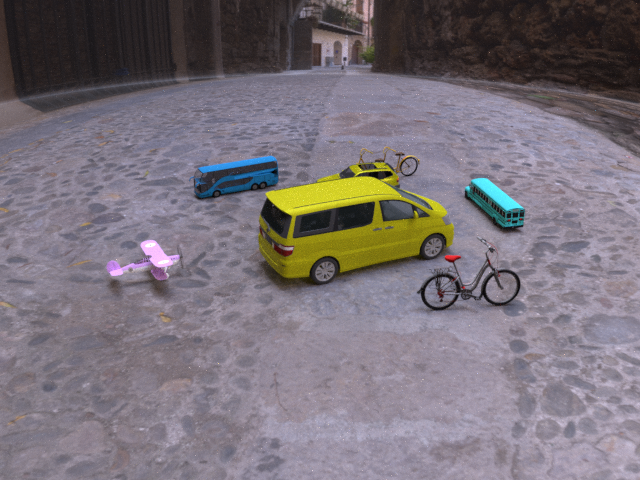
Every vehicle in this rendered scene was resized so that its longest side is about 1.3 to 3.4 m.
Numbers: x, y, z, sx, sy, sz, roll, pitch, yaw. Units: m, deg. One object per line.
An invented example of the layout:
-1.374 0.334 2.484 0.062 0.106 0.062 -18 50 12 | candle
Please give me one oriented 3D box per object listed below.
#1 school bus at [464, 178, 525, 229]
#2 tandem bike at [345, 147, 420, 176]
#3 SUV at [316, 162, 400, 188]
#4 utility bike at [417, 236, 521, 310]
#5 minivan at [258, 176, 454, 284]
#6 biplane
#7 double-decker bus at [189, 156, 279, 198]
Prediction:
3.009 -0.679 12.233 0.365 0.434 1.708 -6 27 -12 | school bus
1.219 -1.486 13.603 1.642 0.682 0.283 -10 28 -20 | tandem bike
0.688 -1.076 12.881 1.572 0.580 0.656 -7 27 -14 | SUV
1.987 0.458 9.324 1.435 0.946 0.535 -3 26 -7 | utility bike
0.603 -0.278 10.545 3.011 1.197 1.324 -12 28 -22 | minivan
-2.501 0.346 10.055 1.090 0.504 1.336 -12 28 -22 | biplane
-1.591 -1.179 13.136 1.672 0.541 0.389 -13 29 -24 | double-decker bus
